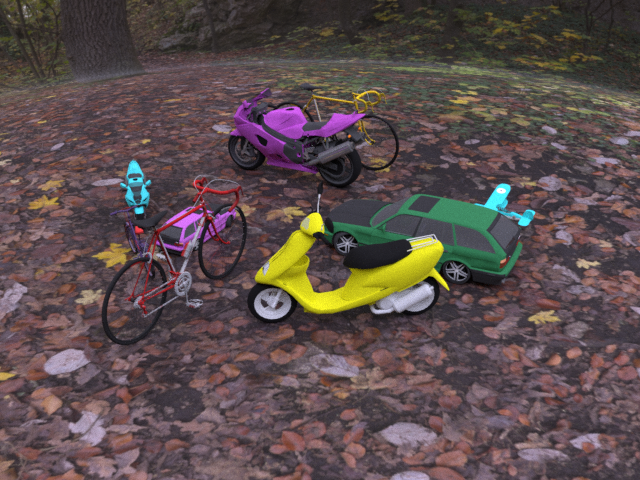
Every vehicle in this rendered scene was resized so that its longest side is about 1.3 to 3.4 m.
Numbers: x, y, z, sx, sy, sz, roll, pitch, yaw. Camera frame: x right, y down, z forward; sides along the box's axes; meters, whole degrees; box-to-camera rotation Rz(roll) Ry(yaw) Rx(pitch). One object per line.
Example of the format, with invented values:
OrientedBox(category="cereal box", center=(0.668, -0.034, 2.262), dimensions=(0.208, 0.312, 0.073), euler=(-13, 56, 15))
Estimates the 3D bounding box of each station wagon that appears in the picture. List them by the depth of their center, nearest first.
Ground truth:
OrientedBox(category="station wagon", center=(1.538, -0.176, 10.958), dimensions=(3.105, 0.920, 1.327), euler=(14, 31, 24))
OrientedBox(category="station wagon", center=(-2.035, -0.288, 11.644), dimensions=(0.682, 0.473, 1.597), euler=(14, 31, 24))

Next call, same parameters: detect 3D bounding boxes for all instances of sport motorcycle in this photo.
OrientedBox(category="sport motorcycle", center=(-3.188, -0.791, 12.218), dimensions=(0.506, 0.821, 1.520), euler=(-7, 29, -14))
OrientedBox(category="sport motorcycle", center=(-0.517, -1.952, 13.571), dimensions=(2.955, 1.596, 0.983), euler=(12, 30, 22))

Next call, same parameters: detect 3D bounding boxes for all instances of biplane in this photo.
OrientedBox(category="biplane", center=(3.085, -0.460, 11.933), dimensions=(1.090, 0.504, 1.336), euler=(16, 32, 27))

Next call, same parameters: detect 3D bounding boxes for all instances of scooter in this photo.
OrientedBox(category="scooter", center=(0.383, 0.275, 9.193), dimensions=(2.721, 1.786, 1.288), euler=(-3, 28, -5))

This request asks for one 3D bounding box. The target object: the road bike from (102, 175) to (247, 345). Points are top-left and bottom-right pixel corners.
OrientedBox(category="road bike", center=(-1.881, 0.184, 9.502), dimensions=(0.696, 1.656, 3.004), euler=(15, 32, 26))

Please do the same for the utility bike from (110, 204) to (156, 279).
OrientedBox(category="utility bike", center=(-2.813, -0.005, 10.611), dimensions=(0.535, 0.946, 1.435), euler=(-15, 32, -26))

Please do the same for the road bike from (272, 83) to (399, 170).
OrientedBox(category="road bike", center=(0.230, -2.365, 14.282), dimensions=(3.004, 1.656, 0.697), euler=(14, 31, 25))
